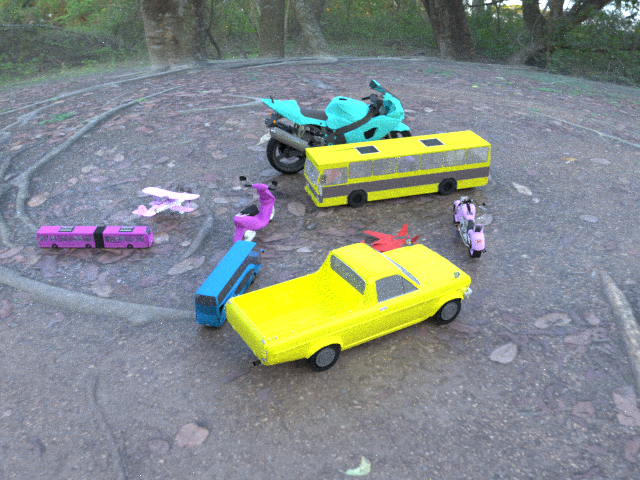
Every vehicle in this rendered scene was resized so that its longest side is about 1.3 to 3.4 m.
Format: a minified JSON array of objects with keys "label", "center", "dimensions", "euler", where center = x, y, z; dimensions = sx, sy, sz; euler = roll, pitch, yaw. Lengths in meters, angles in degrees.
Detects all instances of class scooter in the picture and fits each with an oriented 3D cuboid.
[{"label":"scooter","center":[-1.020,-0.488,11.050],"dimensions":[0.662,0.919,1.399],"euler":[10,30,18]}]

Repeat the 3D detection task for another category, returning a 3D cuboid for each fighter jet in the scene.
[{"label":"fighter jet","center":[0.842,0.068,10.684],"dimensions":[1.358,0.286,1.147],"euler":[-10,30,-18]}]

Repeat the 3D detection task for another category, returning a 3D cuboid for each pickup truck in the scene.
[{"label":"pickup truck","center":[0.416,0.688,8.790],"dimensions":[3.117,0.993,1.244],"euler":[-16,32,-27]}]

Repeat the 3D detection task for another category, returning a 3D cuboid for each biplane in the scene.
[{"label":"biplane","center":[-2.612,-0.597,11.690],"dimensions":[1.336,0.504,1.090],"euler":[20,34,33]}]

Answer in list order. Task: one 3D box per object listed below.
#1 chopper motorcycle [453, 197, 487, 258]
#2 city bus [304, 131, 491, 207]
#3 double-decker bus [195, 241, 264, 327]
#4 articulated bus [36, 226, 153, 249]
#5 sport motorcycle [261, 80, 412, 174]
[{"label":"chopper motorcycle","center":[2.310,-0.323,10.911],"dimensions":[0.466,0.761,1.563],"euler":[-1,28,-1]},{"label":"city bus","center":[1.387,-1.255,12.500],"dimensions":[3.255,0.894,0.926],"euler":[-8,29,-15]},{"label":"double-decker bus","center":[-1.215,0.542,9.538],"dimensions":[0.389,0.541,1.672],"euler":[7,29,13]},{"label":"articulated bus","center":[-3.504,-0.048,10.897],"dimensions":[1.749,0.289,0.311],"euler":[0,28,0]},{"label":"sport motorcycle","center":[0.369,-2.095,13.317],"dimensions":[2.955,1.596,0.983],"euler":[-6,29,-11]}]
